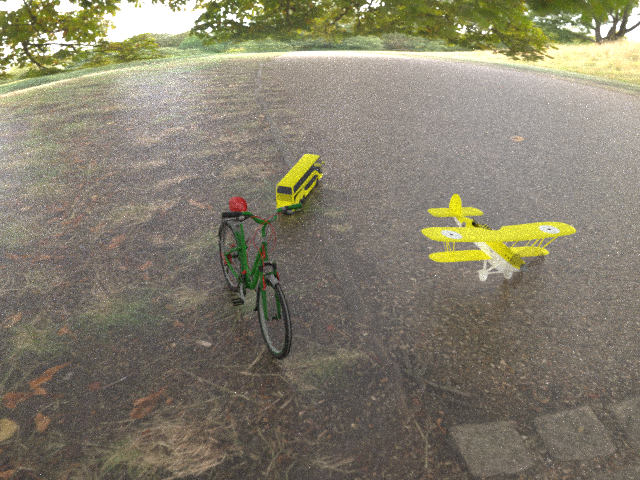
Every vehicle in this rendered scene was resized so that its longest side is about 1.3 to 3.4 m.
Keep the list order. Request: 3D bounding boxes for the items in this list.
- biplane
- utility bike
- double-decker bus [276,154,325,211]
[{"bbox_3d":[2.522,-0.039,10.560,2.598,0.981,2.120,-11,32,-19],"label":"biplane"},{"bbox_3d":[-0.842,0.216,9.257,1.039,1.839,2.791,-13,32,-21],"label":"utility bike"},{"bbox_3d":[-0.350,-1.085,12.819,0.389,0.541,1.672,10,31,16],"label":"double-decker bus"}]
